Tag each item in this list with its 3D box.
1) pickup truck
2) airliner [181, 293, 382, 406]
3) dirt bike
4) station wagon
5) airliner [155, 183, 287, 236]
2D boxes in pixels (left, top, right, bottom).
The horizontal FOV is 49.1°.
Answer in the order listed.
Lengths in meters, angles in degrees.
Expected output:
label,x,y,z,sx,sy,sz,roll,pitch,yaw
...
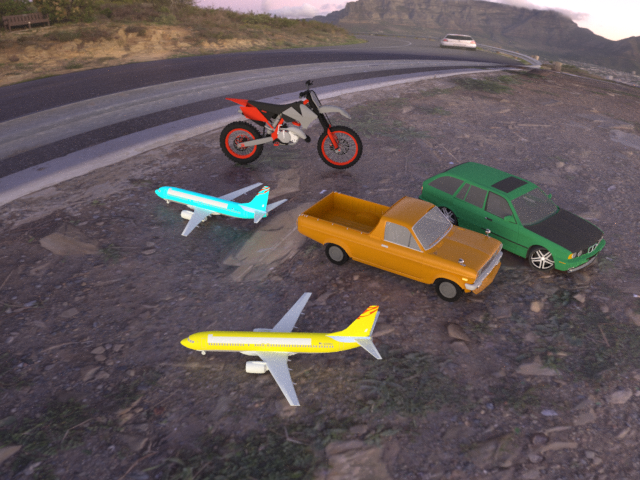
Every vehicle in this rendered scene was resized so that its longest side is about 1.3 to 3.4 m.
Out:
label,x,y,z,sx,sy,sz,roll,pitch,yaw
pickup truck,1.186,-0.086,10.725,3.117,0.993,1.244,18,34,28
airliner,-0.508,1.131,8.752,2.541,0.835,2.257,1,30,2
dirt bike,-0.590,-2.221,13.784,2.903,1.666,1.024,4,30,7
station wagon,3.112,-0.486,11.498,1.327,0.920,3.105,-24,37,-35
airliner,-1.891,-0.791,12.119,2.541,0.835,2.257,15,33,25
